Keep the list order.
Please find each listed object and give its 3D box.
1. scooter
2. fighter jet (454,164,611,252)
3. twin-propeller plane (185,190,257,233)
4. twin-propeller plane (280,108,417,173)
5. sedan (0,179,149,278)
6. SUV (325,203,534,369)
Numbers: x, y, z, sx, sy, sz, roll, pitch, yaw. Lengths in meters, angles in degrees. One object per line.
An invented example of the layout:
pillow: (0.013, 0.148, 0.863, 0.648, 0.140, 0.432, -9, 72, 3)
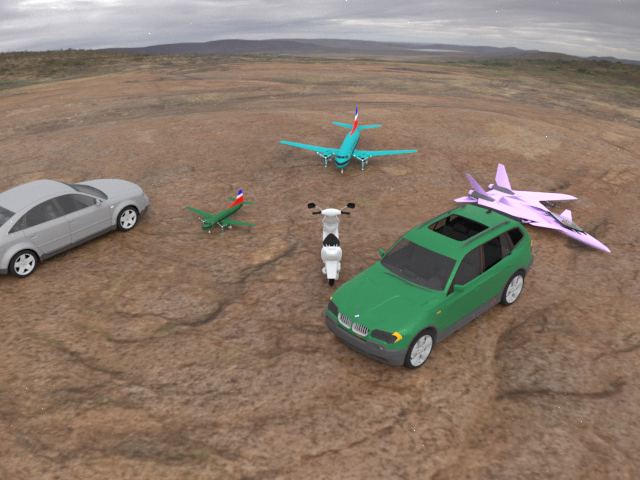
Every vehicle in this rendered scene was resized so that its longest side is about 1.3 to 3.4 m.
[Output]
scooter: (0.156, -0.028, 9.725, 0.662, 0.919, 1.399, 0, 27, 0)
fighter jet: (3.454, -0.481, 10.994, 2.229, 0.557, 2.640, -17, 32, -30)
twin-propeller plane: (-1.523, -0.446, 11.089, 1.370, 0.407, 1.095, 15, 31, 26)
twin-propeller plane: (0.566, -1.932, 13.540, 2.663, 0.792, 2.129, 5, 28, 10)
sedan: (-3.974, -0.385, 10.392, 1.235, 0.940, 3.137, 19, 33, 33)
SUV: (1.428, 0.429, 8.613, 3.058, 1.128, 1.276, -24, 36, -38)
